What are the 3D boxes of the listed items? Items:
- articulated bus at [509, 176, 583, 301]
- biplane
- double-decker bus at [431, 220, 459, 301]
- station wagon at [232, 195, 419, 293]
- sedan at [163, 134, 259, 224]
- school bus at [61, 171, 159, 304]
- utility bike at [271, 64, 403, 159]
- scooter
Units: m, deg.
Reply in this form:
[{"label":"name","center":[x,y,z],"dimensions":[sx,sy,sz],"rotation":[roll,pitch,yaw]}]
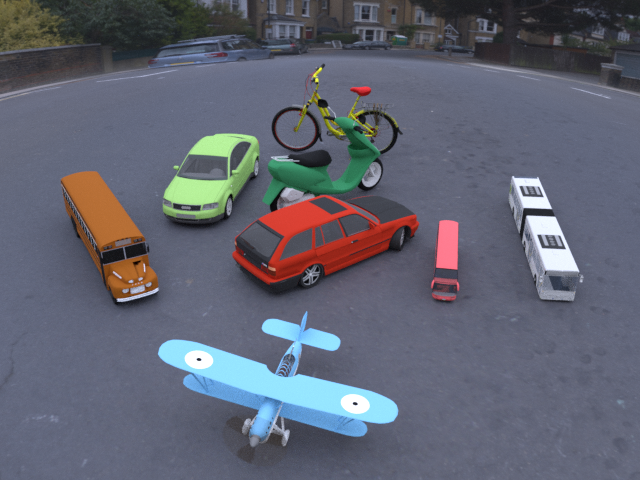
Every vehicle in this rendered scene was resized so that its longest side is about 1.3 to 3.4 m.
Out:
[{"label":"articulated bus","center":[3.553,-0.137,11.354],"dimensions":[0.605,0.561,3.401],"rotation":[3,29,5]},{"label":"biplane","center":[-0.386,1.575,7.812],"dimensions":[2.598,0.981,2.120],"rotation":[7,30,12]},{"label":"double-decker bus","center":[1.908,0.304,10.574],"dimensions":[0.389,0.541,1.672],"rotation":[5,29,9]},{"label":"station wagon","center":[0.179,-0.163,11.028],"dimensions":[3.105,0.920,1.327],"rotation":[-21,35,-33]},{"label":"sedan","center":[-1.983,-1.303,13.077],"dimensions":[1.235,0.940,3.137],"rotation":[5,29,9]},{"label":"school bus","center":[-3.357,-0.115,11.020],"dimensions":[0.709,0.844,3.322],"rotation":[-15,32,-25]},{"label":"utility bike","center":[0.335,-2.590,14.482],"dimensions":[2.791,1.839,1.039],"rotation":[4,29,7]},{"label":"scooter","center":[0.131,-1.446,12.459],"dimensions":[2.721,1.786,1.288],"rotation":[-21,35,-33]}]
